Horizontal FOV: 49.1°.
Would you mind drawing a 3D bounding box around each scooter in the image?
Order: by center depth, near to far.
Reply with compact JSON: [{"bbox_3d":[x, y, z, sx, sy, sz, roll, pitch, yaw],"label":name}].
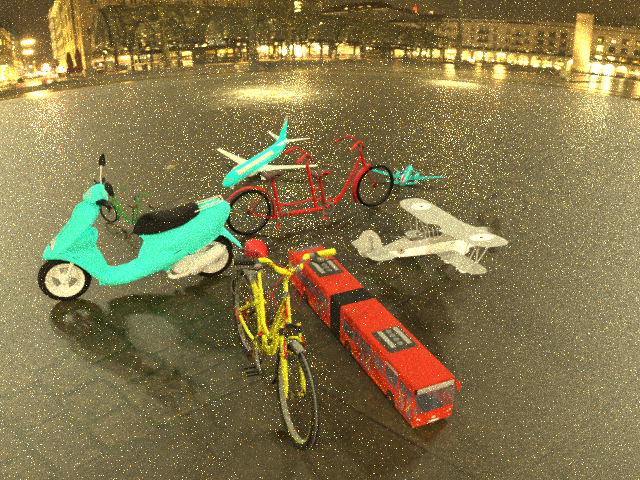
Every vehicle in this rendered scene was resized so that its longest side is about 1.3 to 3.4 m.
[{"bbox_3d":[-2.412,-0.153,9.325,2.721,1.786,1.288,-9,28,-18],"label":"scooter"}]

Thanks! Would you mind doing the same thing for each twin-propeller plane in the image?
[{"bbox_3d":[1.611,-1.245,13.114,1.370,0.407,1.095,7,27,14],"label":"twin-propeller plane"}]

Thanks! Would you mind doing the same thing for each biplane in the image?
[{"bbox_3d":[1.504,0.016,9.895,2.120,0.981,2.598,-9,27,-17],"label":"biplane"}]

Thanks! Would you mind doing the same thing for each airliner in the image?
[{"bbox_3d":[-1.193,-1.696,13.548,2.257,0.835,2.541,12,29,23],"label":"airliner"}]

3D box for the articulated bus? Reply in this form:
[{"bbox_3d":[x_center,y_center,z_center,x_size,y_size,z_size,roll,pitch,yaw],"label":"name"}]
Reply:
[{"bbox_3d":[0.472,0.986,8.396,0.605,0.561,3.401,-11,28,-22],"label":"articulated bus"}]

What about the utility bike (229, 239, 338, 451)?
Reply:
[{"bbox_3d":[-0.457,0.782,7.363,1.039,1.839,2.791,-10,28,-20],"label":"utility bike"}]

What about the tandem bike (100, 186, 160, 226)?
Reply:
[{"bbox_3d":[-2.933,-0.463,11.212,1.642,0.682,0.283,13,29,25],"label":"tandem bike"}]

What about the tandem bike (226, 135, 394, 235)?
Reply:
[{"bbox_3d":[-0.122,-0.918,11.407,3.192,1.326,0.550,-13,29,-25],"label":"tandem bike"}]
